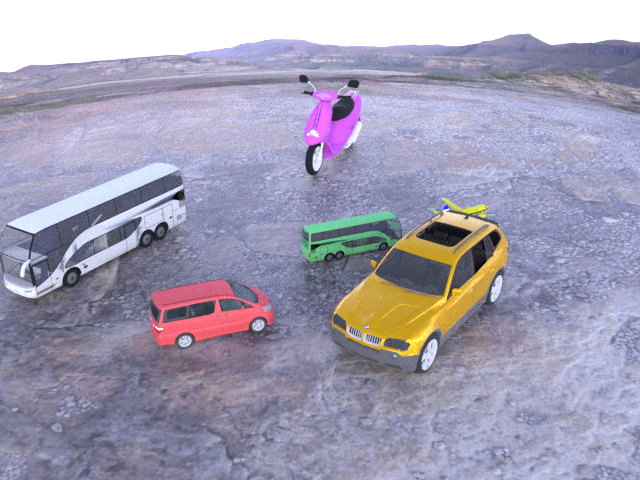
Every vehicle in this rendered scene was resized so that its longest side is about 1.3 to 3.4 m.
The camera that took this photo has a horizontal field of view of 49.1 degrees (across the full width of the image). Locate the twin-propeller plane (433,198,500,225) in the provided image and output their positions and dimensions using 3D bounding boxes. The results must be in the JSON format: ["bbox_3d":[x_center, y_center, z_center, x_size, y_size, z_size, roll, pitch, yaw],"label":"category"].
[{"bbox_3d":[2.466,-0.497,11.860,1.095,0.407,1.370,-16,30,-29],"label":"twin-propeller plane"}]

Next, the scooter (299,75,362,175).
[{"bbox_3d":[0.292,-2.531,14.450,1.288,1.786,2.721,11,28,21],"label":"scooter"}]

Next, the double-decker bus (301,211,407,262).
[{"bbox_3d":[0.527,-0.064,10.822,1.672,0.541,0.389,-11,28,-21],"label":"double-decker bus"}]

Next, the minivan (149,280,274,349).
[{"bbox_3d":[-1.352,0.867,8.831,1.548,0.616,0.681,-10,28,-20],"label":"minivan"}]

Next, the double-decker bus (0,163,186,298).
[{"bbox_3d":[-3.328,-0.201,10.520,0.756,1.052,3.251,15,30,28],"label":"double-decker bus"}]

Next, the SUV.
[{"bbox_3d":[1.368,0.526,8.946,1.276,1.128,3.058,18,31,32],"label":"SUV"}]
